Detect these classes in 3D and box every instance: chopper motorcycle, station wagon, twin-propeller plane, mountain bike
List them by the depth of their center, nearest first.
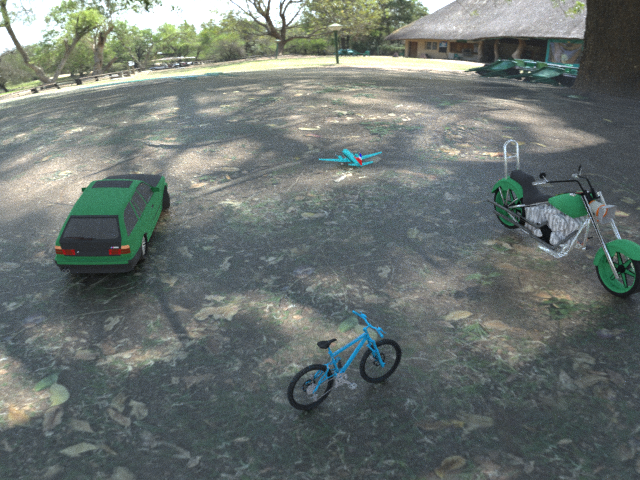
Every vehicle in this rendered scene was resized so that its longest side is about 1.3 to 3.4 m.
[{"bbox_3d":[0.295,1.338,7.635,1.469,0.868,0.573,-15,30,-27],"label":"mountain bike"},{"bbox_3d":[3.645,-0.390,10.391,0.906,1.480,3.040,-13,29,-24],"label":"chopper motorcycle"},{"bbox_3d":[-3.254,-0.508,11.247,1.327,0.920,3.105,0,27,-1],"label":"station wagon"},{"bbox_3d":[0.656,-1.705,14.200,1.370,0.407,1.095,-8,28,-16],"label":"twin-propeller plane"}]
